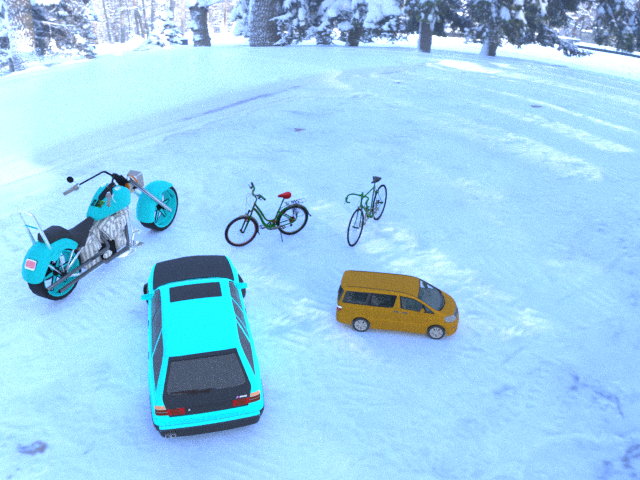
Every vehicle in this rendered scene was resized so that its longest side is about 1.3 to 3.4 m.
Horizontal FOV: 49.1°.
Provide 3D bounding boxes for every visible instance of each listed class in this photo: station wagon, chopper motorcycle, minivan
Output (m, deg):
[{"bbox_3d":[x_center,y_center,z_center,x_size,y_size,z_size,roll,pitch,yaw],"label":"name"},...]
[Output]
[{"bbox_3d":[-1.439,0.945,8.285,1.327,0.920,3.105,-6,30,-11],"label":"station wagon"},{"bbox_3d":[-3.030,-0.333,9.961,0.906,1.480,3.040,13,32,22],"label":"chopper motorcycle"},{"bbox_3d":[0.987,0.792,8.862,1.548,0.616,0.681,5,30,8],"label":"minivan"}]

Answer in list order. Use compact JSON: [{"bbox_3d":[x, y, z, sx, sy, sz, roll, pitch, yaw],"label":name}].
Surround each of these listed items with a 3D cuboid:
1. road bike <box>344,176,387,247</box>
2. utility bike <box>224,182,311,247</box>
[{"bbox_3d":[0.753,-0.509,10.905,0.358,0.852,1.545,14,33,23],"label":"road bike"},{"bbox_3d":[-0.756,-0.379,10.581,1.435,0.946,0.535,-14,32,-22],"label":"utility bike"}]
